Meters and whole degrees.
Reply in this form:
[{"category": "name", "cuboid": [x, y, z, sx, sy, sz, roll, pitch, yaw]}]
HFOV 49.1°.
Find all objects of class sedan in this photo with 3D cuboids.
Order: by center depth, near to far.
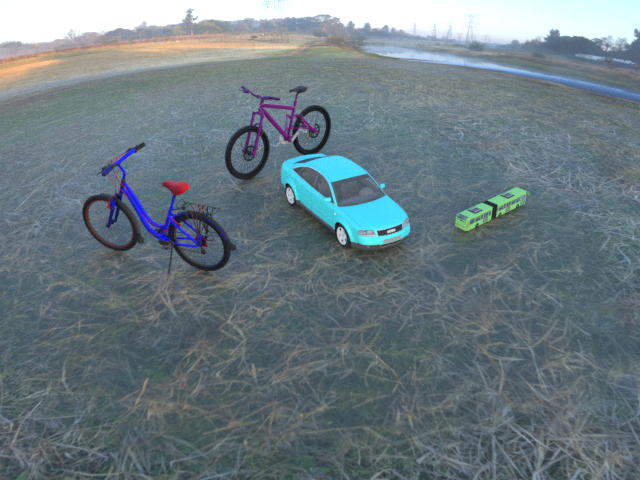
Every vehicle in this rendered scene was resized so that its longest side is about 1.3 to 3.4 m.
[{"category": "sedan", "cuboid": [0.387, -0.826, 12.340, 1.235, 0.940, 3.137, -16, 33, -26]}]

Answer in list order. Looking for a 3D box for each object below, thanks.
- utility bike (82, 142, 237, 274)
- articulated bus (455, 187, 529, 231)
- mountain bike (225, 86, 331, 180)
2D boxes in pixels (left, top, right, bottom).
[{"category": "utility bike", "cuboid": [-2.587, -0.403, 10.655, 2.791, 1.839, 1.039, 11, 31, 19]}, {"category": "articulated bus", "cuboid": [3.088, -0.562, 12.536, 1.749, 0.289, 0.311, -22, 36, -34]}, {"category": "mountain bike", "cuboid": [-0.801, -2.287, 14.198, 2.857, 1.688, 1.114, -26, 38, -38]}]
